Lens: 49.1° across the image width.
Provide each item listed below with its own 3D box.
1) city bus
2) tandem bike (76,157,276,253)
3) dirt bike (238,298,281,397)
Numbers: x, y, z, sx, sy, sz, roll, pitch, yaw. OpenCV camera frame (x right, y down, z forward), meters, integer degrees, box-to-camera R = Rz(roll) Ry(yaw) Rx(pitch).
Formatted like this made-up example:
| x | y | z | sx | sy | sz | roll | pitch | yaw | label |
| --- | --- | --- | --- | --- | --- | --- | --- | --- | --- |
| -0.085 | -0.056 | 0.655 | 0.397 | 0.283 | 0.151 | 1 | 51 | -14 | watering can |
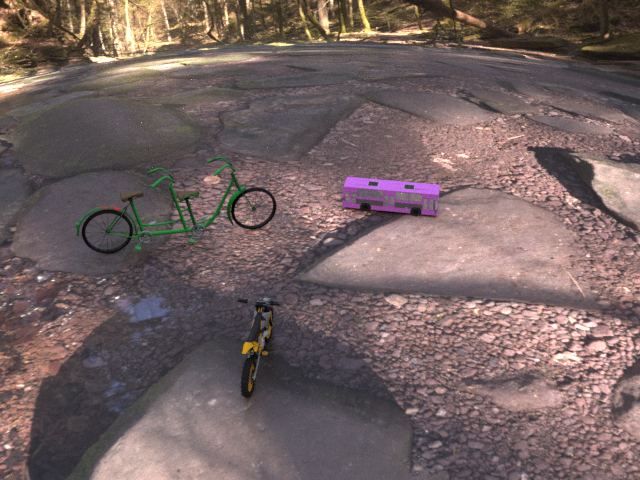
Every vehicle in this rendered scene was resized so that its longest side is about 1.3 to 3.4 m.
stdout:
| x | y | z | sx | sy | sz | roll | pitch | yaw | label |
| --- | --- | --- | --- | --- | --- | --- | --- | --- | --- |
| 1.248 | -0.753 | 12.304 | 1.674 | 0.460 | 0.476 | 6 | 31 | 10 | city bus |
| -2.240 | -0.554 | 11.111 | 3.192 | 1.326 | 0.550 | -10 | 32 | -16 | tandem bike |
| -0.769 | 1.193 | 8.599 | 0.527 | 0.857 | 1.493 | 5 | 31 | 8 | dirt bike |
